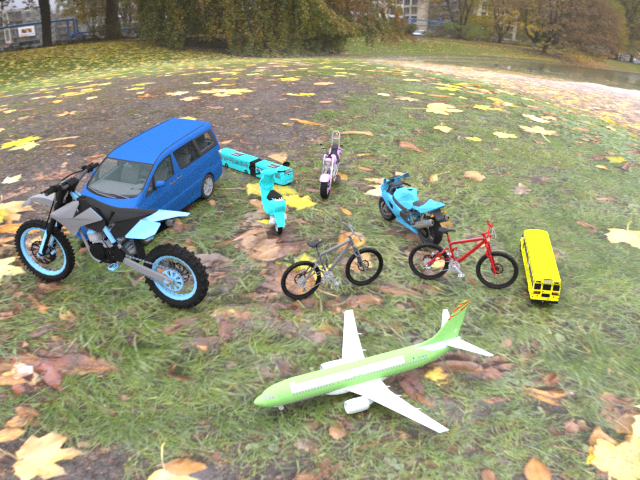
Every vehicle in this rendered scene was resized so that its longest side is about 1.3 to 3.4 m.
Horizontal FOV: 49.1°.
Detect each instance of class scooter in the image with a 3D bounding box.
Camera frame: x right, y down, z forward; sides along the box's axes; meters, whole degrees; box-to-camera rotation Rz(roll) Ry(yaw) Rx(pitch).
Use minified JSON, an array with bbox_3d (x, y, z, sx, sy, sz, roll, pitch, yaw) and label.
[{"bbox_3d":[-0.759,-0.728,11.112,0.662,0.919,1.399,-7,28,-13],"label":"scooter"}]

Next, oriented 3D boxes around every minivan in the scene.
[{"bbox_3d":[-2.739,-0.989,11.310,1.324,1.197,3.011,10,29,19],"label":"minivan"}]

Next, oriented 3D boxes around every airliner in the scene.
[{"bbox_3d":[0.505,1.235,7.459,2.541,0.835,2.257,-11,29,-19],"label":"airliner"}]

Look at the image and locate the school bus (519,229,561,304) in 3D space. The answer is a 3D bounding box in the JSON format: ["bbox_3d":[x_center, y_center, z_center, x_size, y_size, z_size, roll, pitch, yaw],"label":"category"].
[{"bbox_3d":[3.020,0.301,9.671,0.365,0.434,1.708,4,28,8],"label":"school bus"}]

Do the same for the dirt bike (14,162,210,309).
[{"bbox_3d":[-2.772,-0.020,8.956,2.903,1.666,1.024,9,29,17],"label":"dirt bike"}]

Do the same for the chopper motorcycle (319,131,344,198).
[{"bbox_3d":[0.184,-1.362,12.491,0.466,0.761,1.563,4,28,8],"label":"chopper motorcycle"}]

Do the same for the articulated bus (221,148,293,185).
[{"bbox_3d":[-1.235,-1.376,13.026,1.749,0.289,0.311,21,34,34],"label":"articulated bus"}]

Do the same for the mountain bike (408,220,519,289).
[{"bbox_3d":[1.923,0.212,9.374,1.469,0.868,0.573,7,29,14],"label":"mountain bike"}]

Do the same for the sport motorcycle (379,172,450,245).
[{"bbox_3d":[1.383,-0.482,10.747,0.506,0.821,1.520,-16,32,-28],"label":"sport motorcycle"}]

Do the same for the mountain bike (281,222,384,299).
[{"bbox_3d":[0.178,0.307,9.193,1.469,0.868,0.573,-11,30,-20],"label":"mountain bike"}]
